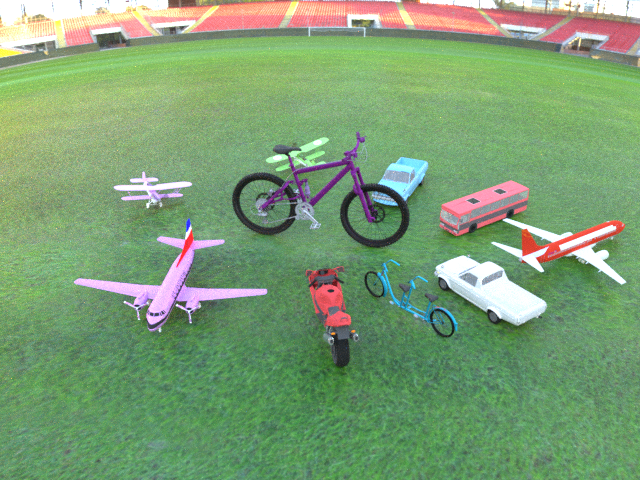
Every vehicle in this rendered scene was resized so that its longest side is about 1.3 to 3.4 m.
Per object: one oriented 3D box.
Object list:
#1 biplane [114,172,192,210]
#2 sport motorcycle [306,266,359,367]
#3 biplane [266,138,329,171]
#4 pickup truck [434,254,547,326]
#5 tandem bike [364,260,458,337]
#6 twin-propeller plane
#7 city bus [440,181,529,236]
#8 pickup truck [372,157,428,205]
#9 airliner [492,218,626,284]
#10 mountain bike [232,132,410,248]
[{"bbox_3d":[-2.950,-0.883,12.307,1.336,0.504,1.090,-15,33,-24],"label":"biplane"},{"bbox_3d":[0.141,0.911,8.841,0.506,0.821,1.520,-6,30,-10],"label":"sport motorcycle"},{"bbox_3d":[-0.349,-1.543,13.463,1.336,0.504,1.090,-16,33,-25],"label":"biplane"},{"bbox_3d":[2.313,0.641,9.629,0.640,0.511,1.603,-19,35,-30],"label":"pickup truck"},{"bbox_3d":[1.178,0.730,9.300,0.283,0.682,1.642,-24,37,-35],"label":"tandem bike"},{"bbox_3d":[-2.012,0.485,9.618,2.663,0.792,2.129,3,30,5],"label":"twin-propeller plane"},{"bbox_3d":[2.762,-0.526,11.726,1.674,0.460,0.476,-19,35,-30],"label":"city bus"},{"bbox_3d":[1.477,-1.120,12.716,0.640,0.511,1.603,12,32,21],"label":"pickup truck"},{"bbox_3d":[3.860,-0.106,10.611,2.541,0.835,2.257,-18,34,-28],"label":"airliner"},{"bbox_3d":[-0.021,-0.730,10.844,2.857,1.688,1.114,7,30,12],"label":"mountain bike"}]
